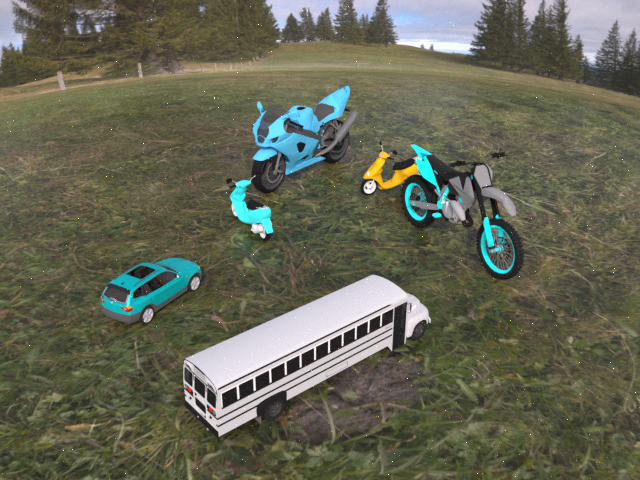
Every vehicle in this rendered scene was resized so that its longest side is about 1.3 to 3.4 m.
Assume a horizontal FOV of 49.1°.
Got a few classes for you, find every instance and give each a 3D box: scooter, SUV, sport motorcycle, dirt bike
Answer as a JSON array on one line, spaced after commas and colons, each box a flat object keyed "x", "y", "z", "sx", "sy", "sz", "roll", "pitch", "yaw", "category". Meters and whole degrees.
[{"x": -1.166, "y": -0.598, "z": 11.641, "sx": 0.662, "sy": 0.919, "sz": 1.399, "roll": -16, "pitch": 31, "yaw": -28, "category": "scooter"}, {"x": 1.398, "y": -1.349, "z": 13.117, "sx": 1.399, "sy": 0.919, "sz": 0.662, "roll": -11, "pitch": 29, "yaw": -20, "category": "scooter"}, {"x": -2.305, "y": 0.601, "z": 9.658, "sx": 0.656, "sy": 0.580, "sz": 1.572, "roll": 15, "pitch": 31, "yaw": 27, "category": "SUV"}, {"x": -0.319, "y": -2.012, "z": 13.674, "sx": 0.983, "sy": 1.596, "sz": 2.955, "roll": 19, "pitch": 33, "yaw": 33, "category": "sport motorcycle"}, {"x": 2.147, "y": -0.595, "z": 10.812, "sx": 1.024, "sy": 1.666, "sz": 2.903, "roll": -14, "pitch": 30, "yaw": -25, "category": "dirt bike"}]

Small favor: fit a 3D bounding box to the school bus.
[{"x": 0.010, "y": 1.198, "z": 8.196, "sx": 3.322, "sy": 0.844, "sz": 0.709, "roll": -21, "pitch": 34, "yaw": -35, "category": "school bus"}]
